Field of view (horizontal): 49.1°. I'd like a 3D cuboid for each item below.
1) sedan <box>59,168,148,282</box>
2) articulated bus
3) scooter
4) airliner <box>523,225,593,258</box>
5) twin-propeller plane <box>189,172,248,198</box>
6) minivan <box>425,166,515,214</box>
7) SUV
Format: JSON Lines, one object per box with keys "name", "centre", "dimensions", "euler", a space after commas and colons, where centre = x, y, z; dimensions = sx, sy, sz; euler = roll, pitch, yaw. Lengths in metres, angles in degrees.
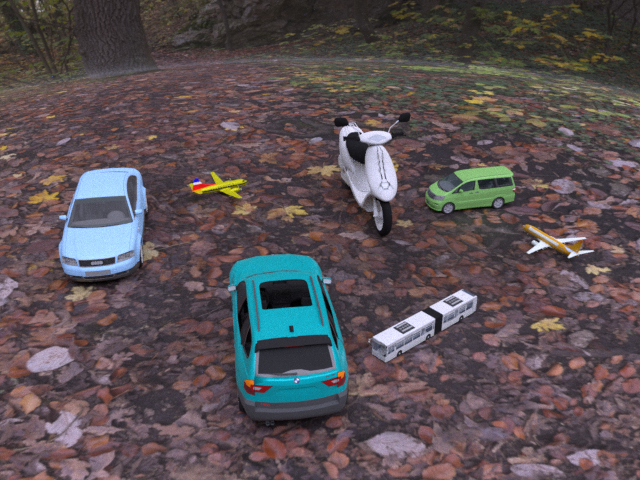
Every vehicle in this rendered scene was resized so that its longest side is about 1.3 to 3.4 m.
{"name": "sedan", "centre": [-3.394, -0.417, 11.065], "dimensions": [1.235, 0.940, 3.137], "euler": [-5, 28, -9]}
{"name": "articulated bus", "centre": [1.355, 1.072, 8.950], "dimensions": [1.749, 0.289, 0.311], "euler": [-22, 35, -35]}
{"name": "scooter", "centre": [0.788, -1.365, 11.949], "dimensions": [1.288, 1.786, 2.721], "euler": [-6, 29, -11]}
{"name": "airliner", "centre": [3.617, -0.063, 10.941], "dimensions": [1.161, 0.429, 1.307], "euler": [-13, 30, -22]}
{"name": "twin-propeller plane", "centre": [-1.811, -1.020, 12.771], "dimensions": [1.095, 0.407, 1.370], "euler": [-15, 31, -26]}
{"name": "minivan", "centre": [2.637, -0.902, 12.325], "dimensions": [1.548, 0.616, 0.681], "euler": [-6, 29, -12]}
{"name": "SUV", "centre": [-0.439, 0.902, 8.374], "dimensions": [1.276, 1.128, 3.058], "euler": [-4, 28, -7]}
